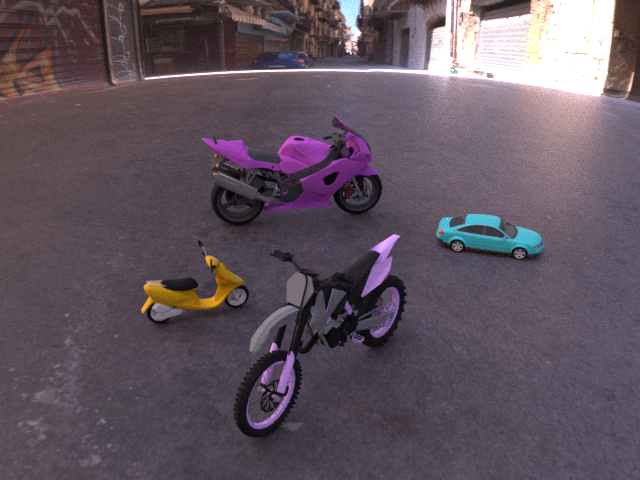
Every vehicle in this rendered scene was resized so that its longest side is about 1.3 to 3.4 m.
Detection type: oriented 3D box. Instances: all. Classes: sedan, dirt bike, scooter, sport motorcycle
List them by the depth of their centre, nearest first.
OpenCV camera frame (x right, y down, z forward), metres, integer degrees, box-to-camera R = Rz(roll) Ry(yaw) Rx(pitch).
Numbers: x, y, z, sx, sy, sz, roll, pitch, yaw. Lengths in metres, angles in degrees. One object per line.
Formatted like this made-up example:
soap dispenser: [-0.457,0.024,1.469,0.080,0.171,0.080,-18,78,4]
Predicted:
dirt bike: [0.125,0.864,7.508,1.024,1.666,2.903,20,33,34]
scooter: [-1.594,0.567,8.940,1.399,0.919,0.662,-10,28,-19]
sedan: [2.612,-0.098,10.761,1.613,0.483,0.635,7,27,15]
sport motorcycle: [-0.394,-1.081,11.483,2.955,1.596,0.983,-5,27,-10]
